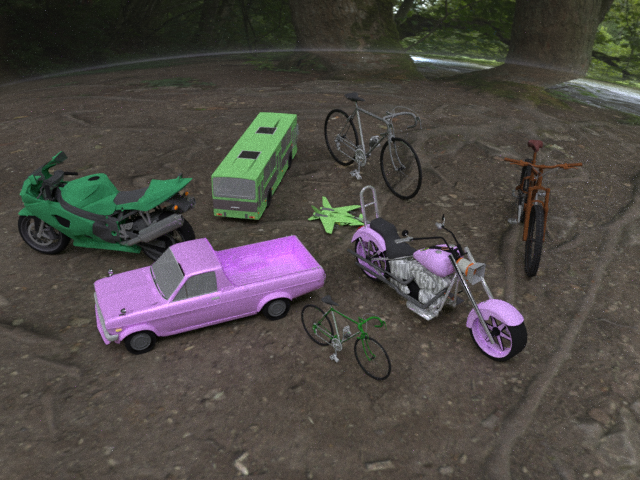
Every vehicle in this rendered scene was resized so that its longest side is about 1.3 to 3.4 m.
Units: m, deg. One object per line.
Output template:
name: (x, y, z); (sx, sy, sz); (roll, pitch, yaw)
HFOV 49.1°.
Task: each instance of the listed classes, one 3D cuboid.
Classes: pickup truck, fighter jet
pickup truck: (-1.522, 0.571, 9.659); (3.117, 0.993, 1.244); (-12, 32, -20)
fighter jet: (0.520, -0.402, 12.065); (1.358, 0.286, 1.147); (16, 33, 25)

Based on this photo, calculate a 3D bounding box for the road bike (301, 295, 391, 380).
road bike: (0.299, 1.165, 8.764); (1.545, 0.852, 0.358); (26, 39, 38)

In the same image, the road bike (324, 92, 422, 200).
road bike: (0.942, -1.891, 13.285); (0.696, 1.656, 3.004); (-19, 35, -29)

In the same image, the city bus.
city bus: (-1.149, -1.441, 13.265); (0.926, 0.894, 3.255); (5, 30, 9)

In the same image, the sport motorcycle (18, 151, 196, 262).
sport motorcycle: (-3.319, -0.402, 10.749); (2.955, 1.596, 0.983); (4, 30, 8)

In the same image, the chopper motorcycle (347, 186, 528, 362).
chopper motorcycle: (1.524, 0.395, 9.475); (0.906, 1.480, 3.040); (-22, 36, -33)

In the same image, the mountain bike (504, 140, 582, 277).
mountain bike: (3.374, -0.684, 11.149); (1.114, 1.688, 2.857); (5, 30, 9)
